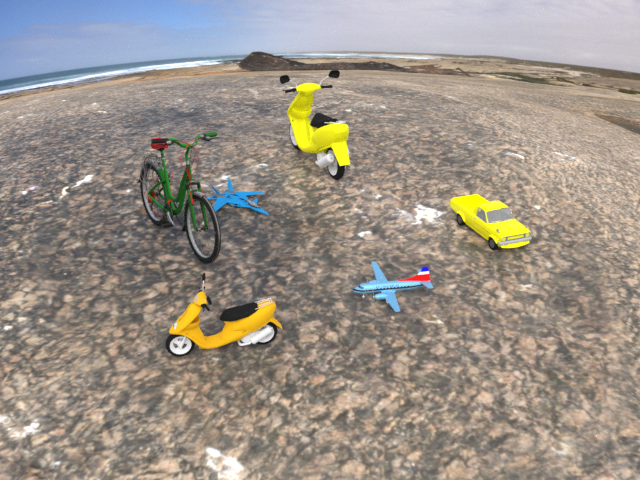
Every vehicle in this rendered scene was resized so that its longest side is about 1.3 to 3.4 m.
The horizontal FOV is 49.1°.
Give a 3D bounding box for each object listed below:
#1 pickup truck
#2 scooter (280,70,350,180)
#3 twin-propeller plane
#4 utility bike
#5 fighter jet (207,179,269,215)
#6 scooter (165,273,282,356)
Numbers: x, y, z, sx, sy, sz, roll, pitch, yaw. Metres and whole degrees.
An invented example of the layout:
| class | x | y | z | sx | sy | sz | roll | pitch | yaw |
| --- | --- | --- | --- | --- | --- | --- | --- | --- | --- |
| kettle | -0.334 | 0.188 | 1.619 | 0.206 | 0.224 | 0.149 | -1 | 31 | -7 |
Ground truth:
| class | x | y | z | sx | sy | sz | roll | pitch | yaw |
| --- | --- | --- | --- | --- | --- | --- | --- | --- | --- |
| pickup truck | 2.734 | -0.367 | 11.334 | 0.640 | 0.511 | 1.603 | -10 | 28 | -18 |
| scooter | -0.073 | -2.366 | 13.919 | 1.288 | 1.786 | 2.721 | -11 | 29 | -21 |
| twin-propeller plane | 0.981 | 0.580 | 9.547 | 1.095 | 0.407 | 1.370 | -4 | 27 | -8 |
| utility bike | -2.170 | -0.858 | 10.830 | 1.039 | 1.839 | 2.791 | -18 | 32 | -32 |
| fighter jet | -1.348 | -0.714 | 12.284 | 1.358 | 0.286 | 1.147 | 24 | 35 | 39 |
| scooter | -1.148 | 0.915 | 8.301 | 1.399 | 0.919 | 0.662 | -6 | 27 | -13 |
